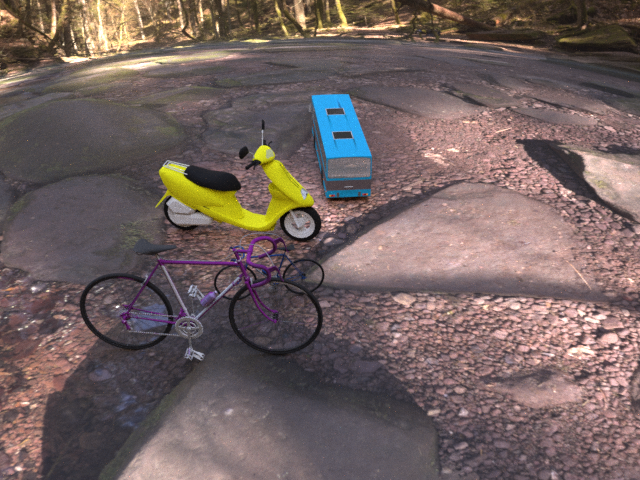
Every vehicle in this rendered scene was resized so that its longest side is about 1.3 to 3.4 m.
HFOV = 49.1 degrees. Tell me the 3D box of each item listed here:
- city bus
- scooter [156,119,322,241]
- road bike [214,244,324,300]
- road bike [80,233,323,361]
[{"bbox_3d":[0.357,-1.843,13.499,0.926,0.894,3.255,-3,31,-4],"label":"city bus"},{"bbox_3d":[-1.314,-0.856,10.969,2.721,1.786,1.288,5,31,9],"label":"scooter"},{"bbox_3d":[-0.700,0.443,9.703,1.545,0.852,0.358,-5,31,-8],"label":"road bike"},{"bbox_3d":[-1.464,0.707,8.474,3.004,1.656,0.697,1,31,2],"label":"road bike"}]
